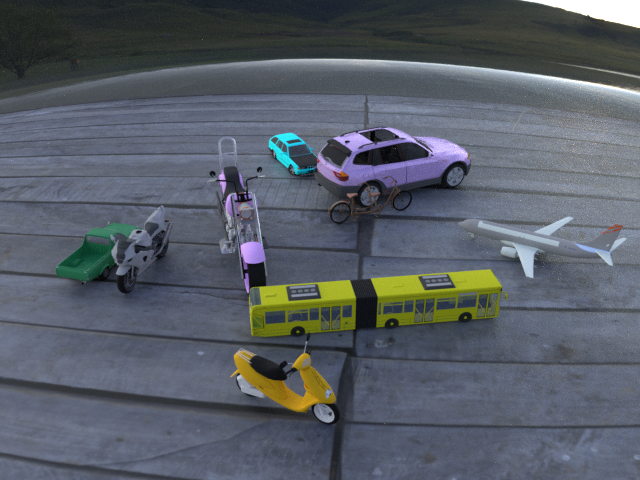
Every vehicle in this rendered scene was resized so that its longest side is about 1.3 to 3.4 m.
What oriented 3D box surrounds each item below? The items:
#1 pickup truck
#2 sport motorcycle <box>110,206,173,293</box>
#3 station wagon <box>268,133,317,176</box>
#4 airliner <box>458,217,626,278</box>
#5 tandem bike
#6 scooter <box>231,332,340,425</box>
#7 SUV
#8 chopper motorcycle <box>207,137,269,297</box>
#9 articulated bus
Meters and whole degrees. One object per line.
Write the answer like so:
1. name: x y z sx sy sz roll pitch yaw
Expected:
1. pickup truck: -3.360 0.135 10.761 0.640 0.511 1.603 8 30 15
2. sport motorcycle: -2.647 0.132 10.442 0.506 0.821 1.520 7 29 13
3. station wagon: -0.515 -1.787 14.313 0.682 0.473 1.597 -13 31 -22
4. airliner: 3.373 -0.157 10.957 2.541 0.835 2.257 17 33 28
5. tandem bike: 0.886 -0.700 12.109 1.642 0.682 0.283 -12 31 -21
6. scooter: -0.405 1.520 7.803 1.399 0.919 0.662 14 32 24
7. SUV: 1.401 -1.516 13.137 3.058 1.128 1.276 -14 32 -24
8. chopper motorcycle: -1.226 -0.424 10.772 0.906 1.480 3.040 -7 29 -12
9. articulated bus: 0.766 0.845 9.409 3.401 0.561 0.605 -4 29 -7
